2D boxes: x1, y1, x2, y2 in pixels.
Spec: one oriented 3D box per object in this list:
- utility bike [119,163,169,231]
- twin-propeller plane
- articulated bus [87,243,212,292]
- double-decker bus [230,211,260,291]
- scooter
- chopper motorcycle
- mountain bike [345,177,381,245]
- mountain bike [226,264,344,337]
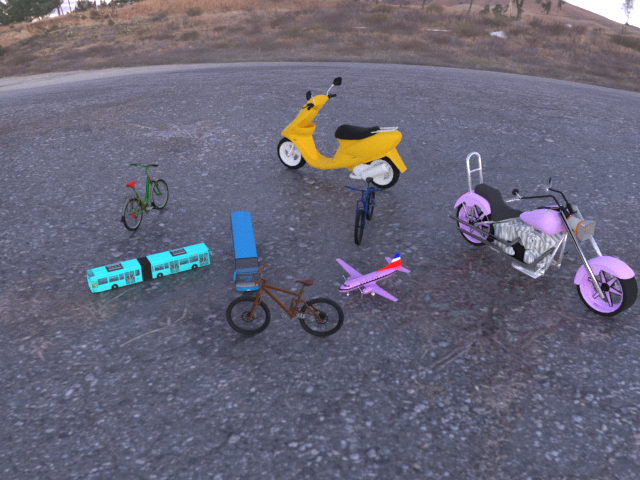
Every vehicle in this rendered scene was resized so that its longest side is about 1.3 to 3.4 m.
[{"bbox_3d":[-2.960,-0.776,11.599,0.535,0.946,1.435,9,29,17],"label":"utility bike"},{"bbox_3d":[0.711,0.487,9.756,1.095,0.407,1.370,-17,32,-30],"label":"twin-propeller plane"},{"bbox_3d":[-2.428,0.391,10.068,1.749,0.289,0.311,-14,31,-25],"label":"articulated bus"},{"bbox_3d":[-1.106,0.158,10.243,0.389,0.541,1.672,-4,28,-8],"label":"double-decker bus"},{"bbox_3d":[0.347,-1.971,12.986,2.721,1.786,1.288,15,31,26],"label":"scooter"},{"bbox_3d":[3.067,-0.141,9.801,0.906,1.480,3.040,-18,33,-31],"label":"chopper motorcycle"},{"bbox_3d":[0.726,-0.543,11.235,0.573,0.868,1.469,7,28,13],"label":"mountain bike"},{"bbox_3d":[-0.437,0.813,8.629,1.469,0.868,0.573,1,28,2],"label":"mountain bike"}]
